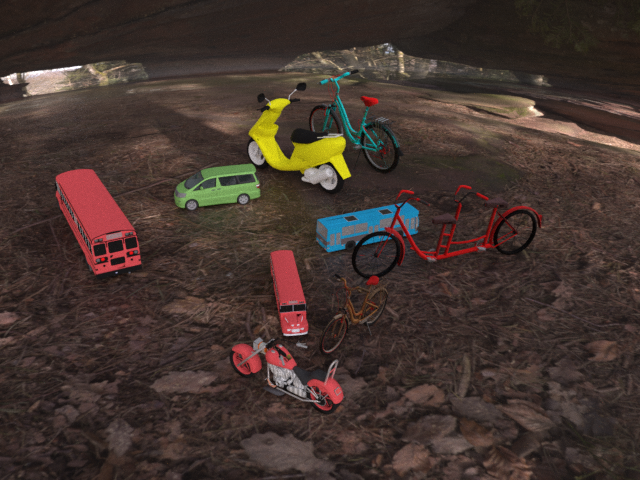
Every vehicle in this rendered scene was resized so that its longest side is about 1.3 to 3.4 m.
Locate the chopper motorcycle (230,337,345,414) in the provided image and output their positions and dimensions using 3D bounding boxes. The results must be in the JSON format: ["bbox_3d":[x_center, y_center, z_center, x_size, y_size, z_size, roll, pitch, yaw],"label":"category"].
[{"bbox_3d":[-0.409,1.421,7.879,1.563,0.761,0.466,18,32,32],"label":"chopper motorcycle"}]

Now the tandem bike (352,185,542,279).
[{"bbox_3d":[1.965,-0.192,10.434,3.192,1.326,0.550,-9,28,-17],"label":"tandem bike"}]

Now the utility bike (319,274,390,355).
[{"bbox_3d":[0.502,0.852,8.796,0.535,0.946,1.435,21,34,35],"label":"utility bike"}]

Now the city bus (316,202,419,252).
[{"bbox_3d":[0.786,-0.198,11.403,1.674,0.460,0.476,-12,29,-22],"label":"city bus"}]

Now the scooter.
[{"bbox_3d":[-0.489,-1.979,13.450,2.721,1.786,1.288,23,35,37],"label":"scooter"}]

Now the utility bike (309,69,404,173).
[{"bbox_3d":[0.609,-2.415,14.251,1.039,1.839,2.791,-22,34,-36],"label":"utility bike"}]

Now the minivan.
[{"bbox_3d":[-1.887,-0.983,12.779,1.548,0.616,0.681,-7,28,-14],"label":"minivan"}]

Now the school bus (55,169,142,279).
[{"bbox_3d":[-3.695,-0.389,11.356,0.709,0.844,3.322,-14,30,-25],"label":"school bus"}]

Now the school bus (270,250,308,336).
[{"bbox_3d":[-0.437,0.715,9.632,0.365,0.434,1.708,-4,27,-8],"label":"school bus"}]
